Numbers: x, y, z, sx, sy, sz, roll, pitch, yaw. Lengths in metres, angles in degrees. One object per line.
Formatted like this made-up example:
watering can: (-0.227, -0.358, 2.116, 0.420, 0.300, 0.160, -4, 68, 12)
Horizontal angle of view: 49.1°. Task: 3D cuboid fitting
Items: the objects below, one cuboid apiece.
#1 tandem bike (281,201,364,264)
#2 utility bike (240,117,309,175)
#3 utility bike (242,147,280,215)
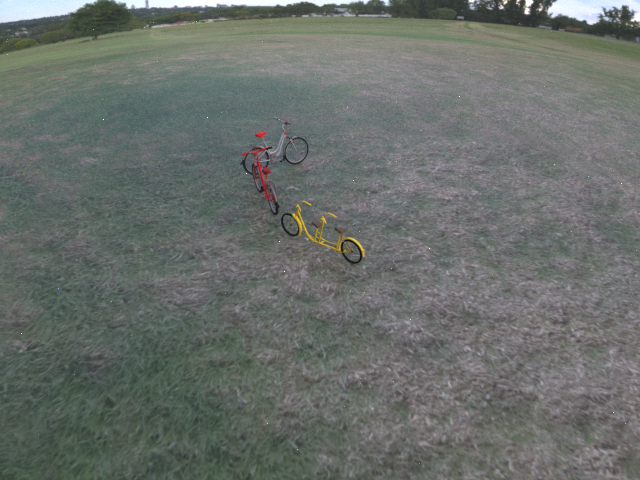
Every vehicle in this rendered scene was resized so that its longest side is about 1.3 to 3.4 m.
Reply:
tandem bike: (0.013, -0.146, 10.578, 1.642, 0.682, 0.283, 24, 39, 33)
utility bike: (-0.862, -1.757, 12.933, 1.435, 0.946, 0.535, -18, 36, -26)
utility bike: (-0.983, -1.028, 11.754, 0.535, 0.946, 1.435, -11, 34, -18)
